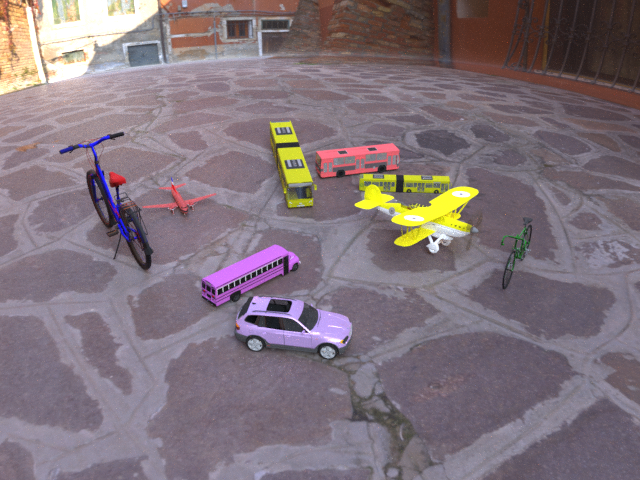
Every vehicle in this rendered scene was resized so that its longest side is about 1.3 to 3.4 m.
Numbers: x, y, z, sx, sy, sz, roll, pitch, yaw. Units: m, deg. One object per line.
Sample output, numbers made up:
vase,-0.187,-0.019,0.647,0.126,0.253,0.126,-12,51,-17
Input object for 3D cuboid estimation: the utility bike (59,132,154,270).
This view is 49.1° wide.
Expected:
utility bike,-3.382,-0.657,11.159,1.039,1.839,2.791,-18,34,-29

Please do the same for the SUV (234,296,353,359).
SUV,-0.349,1.117,9.286,1.572,0.580,0.656,5,30,8

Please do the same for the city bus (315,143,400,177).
city bus,0.765,-1.603,14.249,1.674,0.460,0.476,-8,30,-14

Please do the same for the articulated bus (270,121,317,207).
articulated bus,-0.621,-1.612,14.162,0.605,0.561,3.401,-5,30,-8

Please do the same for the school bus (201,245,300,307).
school bus,-1.000,0.488,10.554,0.365,0.434,1.708,26,38,38

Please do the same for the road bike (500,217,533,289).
road bike,3.057,0.134,10.759,0.358,0.852,1.545,15,33,25

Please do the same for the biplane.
biplane,1.652,-0.417,11.607,2.120,0.981,2.598,19,35,30

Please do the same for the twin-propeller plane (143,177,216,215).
twin-propeller plane,-2.599,-0.793,12.862,1.370,0.407,1.095,-12,32,-21

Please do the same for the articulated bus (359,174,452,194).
articulated bus,1.635,-1.087,13.506,1.749,0.289,0.311,2,29,3
